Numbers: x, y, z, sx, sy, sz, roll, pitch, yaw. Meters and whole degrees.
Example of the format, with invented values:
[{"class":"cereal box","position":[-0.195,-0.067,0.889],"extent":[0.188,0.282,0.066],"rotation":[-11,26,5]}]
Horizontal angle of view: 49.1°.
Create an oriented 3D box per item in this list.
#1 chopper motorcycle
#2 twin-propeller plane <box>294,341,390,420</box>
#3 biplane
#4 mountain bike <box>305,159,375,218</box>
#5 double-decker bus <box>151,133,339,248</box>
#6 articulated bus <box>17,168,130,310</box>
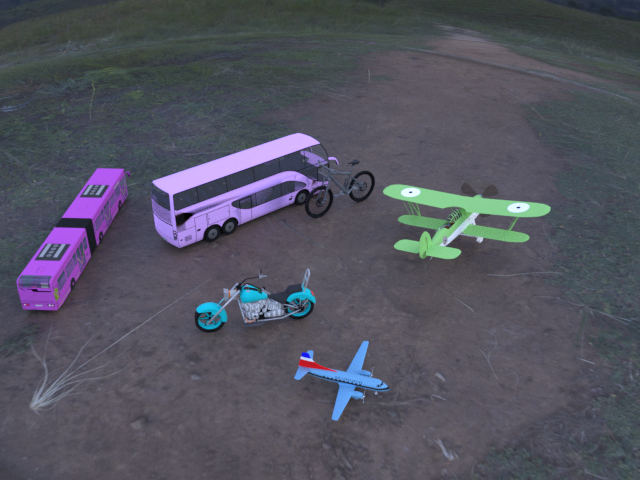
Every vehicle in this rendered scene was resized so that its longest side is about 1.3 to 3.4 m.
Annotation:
[{"class":"chopper motorcycle","position":[-0.828,0.771,8.946],"extent":[1.563,0.761,0.466],"rotation":[-6,32,-10]},{"class":"twin-propeller plane","position":[0.270,1.540,8.035],"extent":[1.095,0.407,1.370],"rotation":[9,33,15]},{"class":"biplane","position":[1.931,-0.231,10.362],"extent":[2.598,0.981,2.120],"rotation":[20,37,29]},{"class":"mountain bike","position":[0.346,-0.898,11.552],"extent":[1.469,0.868,0.573],"rotation":[-22,38,-31]},{"class":"double-decker bus","position":[-1.150,-0.879,11.347],"extent":[3.251,1.052,0.756],"rotation":[-24,39,-34]},{"class":"articulated bus","position":[-3.627,-0.137,10.610],"extent":[0.605,0.561,3.401],"rotation":[1,32,2]}]
